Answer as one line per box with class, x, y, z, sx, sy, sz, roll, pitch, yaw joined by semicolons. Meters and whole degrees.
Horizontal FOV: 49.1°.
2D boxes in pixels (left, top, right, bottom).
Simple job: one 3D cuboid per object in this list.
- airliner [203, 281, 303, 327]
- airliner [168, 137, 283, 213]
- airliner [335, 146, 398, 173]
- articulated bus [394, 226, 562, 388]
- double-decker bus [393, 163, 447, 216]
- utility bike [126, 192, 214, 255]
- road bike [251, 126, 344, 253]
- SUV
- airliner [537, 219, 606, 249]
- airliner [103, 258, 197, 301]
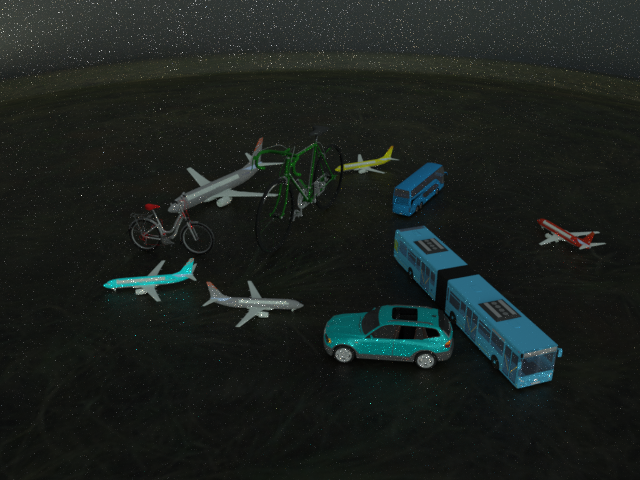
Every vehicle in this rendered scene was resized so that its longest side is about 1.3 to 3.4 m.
airliner;-0.874;0.757;9.335;1.307;0.429;1.161;1;27;2
airliner;-1.823;-1.159;12.721;2.257;0.835;2.541;18;32;32
airliner;0.905;-1.609;14.079;1.307;0.429;1.161;-10;28;-20
articulated bus;1.896;0.735;9.233;0.605;0.561;3.401;-9;28;-17
double-decker bus;1.807;-0.941;12.613;0.389;0.541;1.672;15;30;27
utility bike;-2.315;-0.254;10.784;1.435;0.946;0.535;4;27;9
road bike;-0.263;-0.954;11.392;0.697;1.656;3.004;13;29;24
SUV;0.825;1.111;8.457;1.572;0.580;0.656;3;27;6
airliner;3.916;-0.175;11.203;1.161;0.429;1.307;-10;28;-20
airliner;-2.398;0.490;9.871;1.307;0.429;1.161;-4;27;-7
